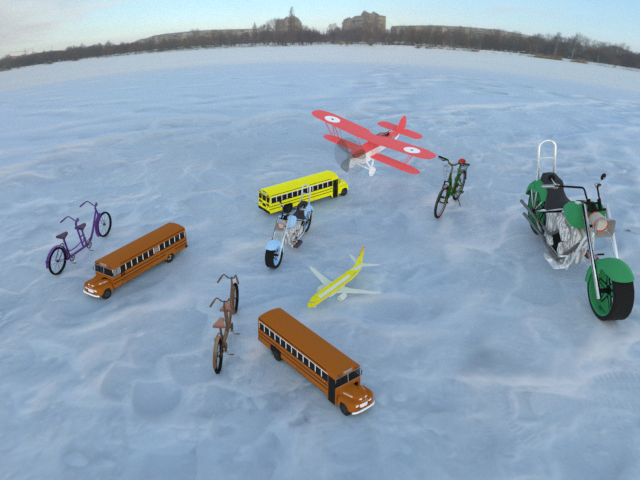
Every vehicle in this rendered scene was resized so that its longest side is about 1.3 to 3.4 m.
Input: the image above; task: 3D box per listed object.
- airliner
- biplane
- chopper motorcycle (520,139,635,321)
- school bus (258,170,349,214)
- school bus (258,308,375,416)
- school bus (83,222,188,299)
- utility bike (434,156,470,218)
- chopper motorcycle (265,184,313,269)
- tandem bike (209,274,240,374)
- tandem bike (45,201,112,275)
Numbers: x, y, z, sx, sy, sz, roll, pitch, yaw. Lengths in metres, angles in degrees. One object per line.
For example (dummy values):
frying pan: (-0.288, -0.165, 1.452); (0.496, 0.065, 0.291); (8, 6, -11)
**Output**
airliner: (0.237, 0.499, 9.270); (1.161, 0.429, 1.307); (19, 33, 32)
biplane: (1.129, -1.827, 13.223); (2.598, 0.981, 2.120); (18, 32, 31)
chopper motorcycle: (3.491, -0.222, 9.527); (0.906, 1.480, 3.040); (-2, 27, -4)
school bus: (-0.240, -0.829, 11.868); (1.708, 0.434, 0.365); (-19, 33, -33)
school bus: (-0.067, 1.308, 7.677); (0.365, 0.434, 1.708); (-20, 33, -34)
school bus: (-2.549, 0.269, 9.716); (0.365, 0.434, 1.708); (16, 31, 28)
utility bike: (2.232, -0.951, 11.546); (0.535, 0.946, 1.435); (14, 30, 26)
chopper motorcycle: (-0.448, -0.213, 10.301); (0.466, 0.761, 1.563); (9, 28, 18)
tandem bike: (-1.102, 0.895, 8.214); (0.283, 0.682, 1.642); (1, 27, 2)
tandem bike: (-3.485, -0.091, 10.149); (0.283, 0.682, 1.642); (7, 28, 14)
